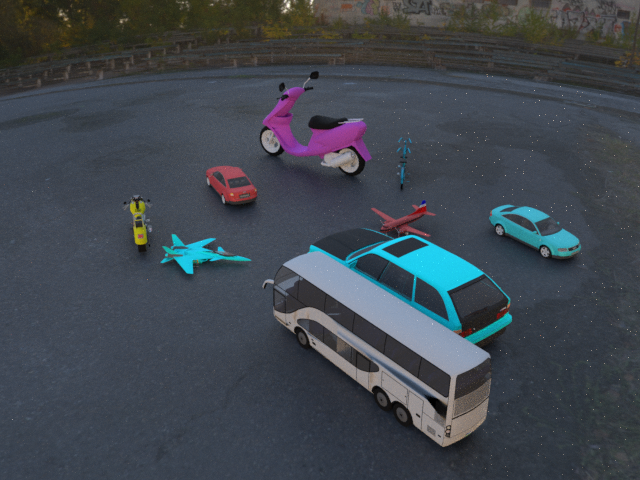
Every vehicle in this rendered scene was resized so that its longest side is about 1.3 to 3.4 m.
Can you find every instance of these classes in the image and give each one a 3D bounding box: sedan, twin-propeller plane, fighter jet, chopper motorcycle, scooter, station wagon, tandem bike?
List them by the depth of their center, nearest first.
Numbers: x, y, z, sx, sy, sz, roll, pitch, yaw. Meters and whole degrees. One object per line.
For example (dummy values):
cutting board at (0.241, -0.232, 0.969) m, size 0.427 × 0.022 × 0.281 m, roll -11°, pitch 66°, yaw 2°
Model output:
station wagon at (1.098, 0.464, 9.589) m, size 1.327 × 0.920 × 3.105 m, roll -20°, pitch 34°, yaw -33°
fighter jet at (-1.724, 0.181, 10.817) m, size 1.358 × 0.286 × 1.147 m, roll 5°, pitch 28°, yaw 9°
sedan at (3.468, -0.192, 11.320) m, size 0.635 × 0.483 × 1.613 m, roll -18°, pitch 32°, yaw -31°
chopper motorcycle at (-2.947, -0.386, 11.392) m, size 0.466 × 0.761 × 1.563 m, roll -7°, pitch 28°, yaw -13°
twin-propeller plane at (1.407, -0.361, 11.726) m, size 1.095 × 0.407 × 1.370 m, roll -20°, pitch 34°, yaw -34°
sedan at (-1.676, -1.107, 13.075) m, size 0.635 × 0.483 × 1.613 m, roll -13°, pitch 30°, yaw -23°
tandem bike at (1.638, -1.543, 13.695) m, size 0.283 × 0.682 × 1.642 m, roll 4°, pitch 28°, yaw 7°
scooter at (-0.157, -2.326, 14.002) m, size 2.721 × 1.786 × 1.288 m, roll 18°, pitch 32°, yaw 31°

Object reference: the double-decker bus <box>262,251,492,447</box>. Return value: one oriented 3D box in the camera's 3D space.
double-decker bus at (0.548, 1.108, 8.212) m, size 0.756 × 1.052 × 3.251 m, roll -20°, pitch 34°, yaw -33°
